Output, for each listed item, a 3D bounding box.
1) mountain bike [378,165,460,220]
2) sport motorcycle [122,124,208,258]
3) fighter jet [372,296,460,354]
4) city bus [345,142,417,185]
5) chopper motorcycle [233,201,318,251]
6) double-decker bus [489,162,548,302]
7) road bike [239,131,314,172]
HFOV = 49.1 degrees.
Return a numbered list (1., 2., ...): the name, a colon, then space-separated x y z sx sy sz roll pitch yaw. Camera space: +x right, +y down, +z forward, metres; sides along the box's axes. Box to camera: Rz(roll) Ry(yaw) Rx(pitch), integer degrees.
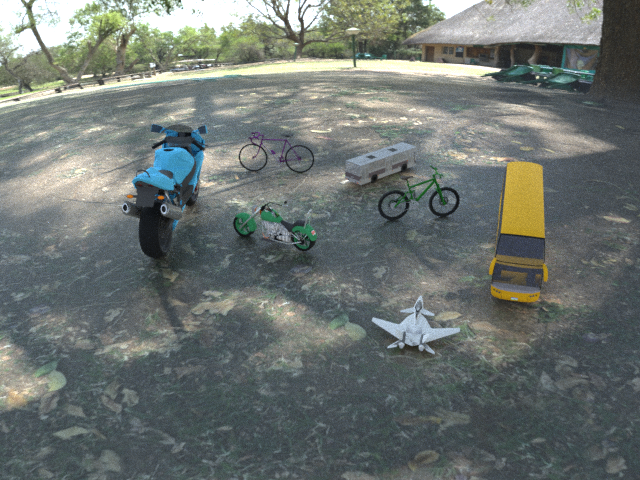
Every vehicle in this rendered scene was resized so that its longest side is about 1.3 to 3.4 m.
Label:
1. mountain bike: 1.726 -0.770 12.112 1.469 0.868 0.573 -4 27 -8
2. sport motorcycle: -2.461 -0.908 11.572 0.983 1.596 2.955 2 27 4
3. fighter jet: 1.275 0.997 9.223 1.147 0.286 1.358 6 27 11
4. city bus: 1.243 -1.525 14.080 1.674 0.460 0.476 -22 34 -37
5. chopper motorcycle: -0.742 -0.283 11.256 1.563 0.761 0.466 15 30 27
6. double-decker bus: 3.065 -0.189 10.743 0.756 1.052 3.251 7 27 14
7. road bike: -0.886 -1.770 14.132 1.545 0.852 0.358 2 27 4
